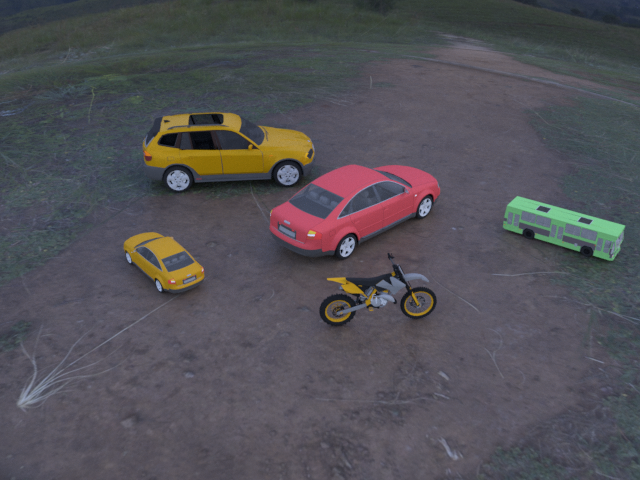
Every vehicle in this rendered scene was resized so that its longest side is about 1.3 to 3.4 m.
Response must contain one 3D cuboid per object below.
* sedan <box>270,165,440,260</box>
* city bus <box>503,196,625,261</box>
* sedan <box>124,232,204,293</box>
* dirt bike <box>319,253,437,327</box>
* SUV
[{"bbox_3d":[0.630,-0.640,10.835,3.137,0.940,1.235,-25,39,-37],"label":"sedan"},{"bbox_3d":[3.630,-0.171,10.502,1.674,0.460,0.476,20,35,31],"label":"city bus"},{"bbox_3d":[-2.215,0.229,9.785,0.635,0.483,1.613,-22,37,-33],"label":"sedan"},{"bbox_3d":[0.731,0.661,8.660,1.493,0.857,0.527,-4,30,-7],"label":"dirt bike"},{"bbox_3d":[-1.608,-1.640,12.381,3.058,1.128,1.276,-3,30,-6],"label":"SUV"}]
